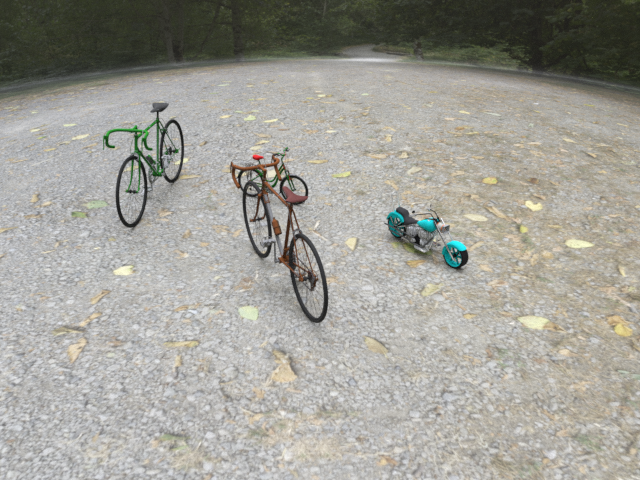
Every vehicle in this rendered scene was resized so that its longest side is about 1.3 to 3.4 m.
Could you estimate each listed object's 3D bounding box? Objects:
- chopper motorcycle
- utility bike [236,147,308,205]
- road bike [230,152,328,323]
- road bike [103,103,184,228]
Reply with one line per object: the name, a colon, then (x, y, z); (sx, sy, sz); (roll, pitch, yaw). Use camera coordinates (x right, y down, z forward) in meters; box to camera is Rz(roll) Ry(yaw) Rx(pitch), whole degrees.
chopper motorcycle: (1.592, -0.159, 10.495); (0.466, 0.761, 1.563); (-21, 35, -34)
utility bike: (-0.831, -1.150, 12.169); (1.435, 0.946, 0.535); (12, 30, 21)
road bike: (-0.546, -0.127, 9.479); (0.696, 1.656, 3.004); (-12, 30, -22)
road bike: (-2.860, -1.419, 11.919); (0.696, 1.656, 3.004); (4, 28, 8)
